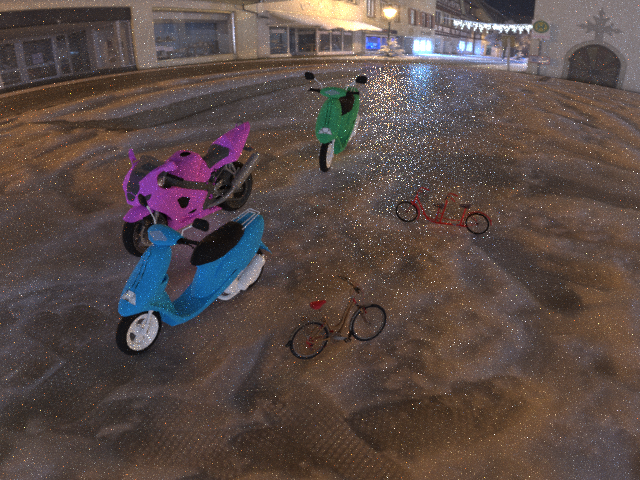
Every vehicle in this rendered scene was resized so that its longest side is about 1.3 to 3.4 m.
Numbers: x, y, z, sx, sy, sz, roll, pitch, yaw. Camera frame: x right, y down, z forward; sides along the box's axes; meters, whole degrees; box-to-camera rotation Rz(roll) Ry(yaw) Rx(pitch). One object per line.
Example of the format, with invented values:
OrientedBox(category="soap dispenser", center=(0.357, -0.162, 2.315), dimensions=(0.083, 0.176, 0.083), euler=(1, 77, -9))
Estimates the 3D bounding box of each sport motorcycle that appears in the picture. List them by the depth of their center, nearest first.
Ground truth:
OrientedBox(category="sport motorcycle", center=(-2.113, -0.879, 11.501), dimensions=(0.983, 1.596, 2.955), euler=(19, 34, 31))

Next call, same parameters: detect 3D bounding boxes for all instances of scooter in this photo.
OrientedBox(category="scooter", center=(-1.632, 0.255, 9.218), dimensions=(1.288, 1.786, 2.721), euler=(21, 35, 33))
OrientedBox(category="scooter", center=(0.384, -2.651, 14.562), dimensions=(1.288, 1.786, 2.721), euler=(7, 29, 13))

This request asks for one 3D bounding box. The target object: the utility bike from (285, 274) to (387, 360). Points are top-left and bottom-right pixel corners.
OrientedBox(category="utility bike", center=(0.196, 0.960, 8.801), dimensions=(1.435, 0.946, 0.535), euler=(-13, 31, -23))

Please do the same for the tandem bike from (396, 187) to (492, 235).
OrientedBox(category="tandem bike", center=(2.067, -0.496, 11.754), dimensions=(1.642, 0.682, 0.283), euler=(11, 30, 19))
